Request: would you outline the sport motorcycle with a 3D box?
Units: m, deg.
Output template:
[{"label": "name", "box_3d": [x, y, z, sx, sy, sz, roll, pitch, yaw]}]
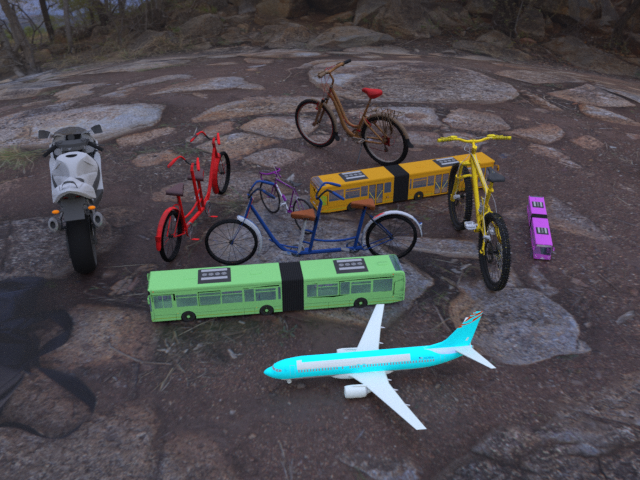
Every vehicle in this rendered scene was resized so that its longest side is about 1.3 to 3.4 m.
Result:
[{"label": "sport motorcycle", "box_3d": [-3.700, -0.718, 10.706, 0.983, 1.596, 2.955, -8, 30, -14]}]

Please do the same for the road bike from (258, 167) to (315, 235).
[{"label": "road bike", "box_3d": [-0.548, -0.663, 11.373, 0.358, 0.852, 1.545, -21, 35, -33]}]

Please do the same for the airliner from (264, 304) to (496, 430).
[{"label": "airliner", "box_3d": [0.622, 1.235, 7.985, 2.541, 0.835, 2.257, -3, 29, -6]}]

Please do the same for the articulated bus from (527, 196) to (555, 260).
[{"label": "articulated bus", "box_3d": [3.488, -0.222, 11.160, 0.311, 0.289, 1.749, 5, 30, 10]}]

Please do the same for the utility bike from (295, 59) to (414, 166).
[{"label": "utility bike", "box_3d": [0.552, -2.420, 13.511, 2.791, 1.839, 1.039, 20, 35, 31]}]

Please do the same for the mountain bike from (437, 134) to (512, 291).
[{"label": "mountain bike", "box_3d": [2.319, -0.530, 10.275, 1.114, 1.688, 2.857, -3, 29, -5]}]

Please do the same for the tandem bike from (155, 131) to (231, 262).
[{"label": "tandem bike", "box_3d": [-1.982, -0.838, 11.199, 0.550, 1.326, 3.192, 6, 30, 10]}]

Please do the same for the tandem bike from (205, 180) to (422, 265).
[{"label": "tandem bike", "box_3d": [-0.081, -0.236, 10.119, 3.192, 1.326, 0.550, -2, 29, -3]}]

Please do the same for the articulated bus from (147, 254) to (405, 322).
[{"label": "articulated bus", "box_3d": [-0.576, 0.632, 9.348, 3.401, 0.561, 0.605, -4, 29, -7]}]

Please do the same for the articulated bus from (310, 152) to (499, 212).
[{"label": "articulated bus", "box_3d": [1.502, -1.023, 12.317, 3.401, 0.561, 0.605, -10, 31, -17]}]
